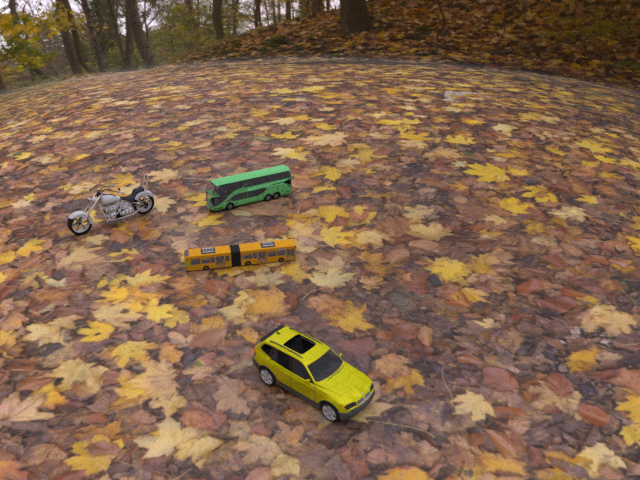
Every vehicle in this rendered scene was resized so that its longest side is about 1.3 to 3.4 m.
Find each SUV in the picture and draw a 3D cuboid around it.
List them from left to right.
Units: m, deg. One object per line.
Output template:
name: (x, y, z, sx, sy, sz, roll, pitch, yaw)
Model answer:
SUV: (-0.094, 1.520, 8.243, 1.572, 0.580, 0.656, 22, 35, 34)

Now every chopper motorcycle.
chopper motorcycle: (-3.570, -0.622, 11.982, 1.563, 0.761, 0.466, -21, 35, -33)

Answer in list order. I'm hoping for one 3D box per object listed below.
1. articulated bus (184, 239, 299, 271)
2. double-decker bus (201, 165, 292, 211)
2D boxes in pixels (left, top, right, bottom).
articulated bus: (-1.222, 0.231, 10.911, 1.749, 0.289, 0.311, -6, 29, -11)
double-decker bus: (-1.316, -0.945, 12.805, 1.672, 0.541, 0.389, -15, 32, -25)
